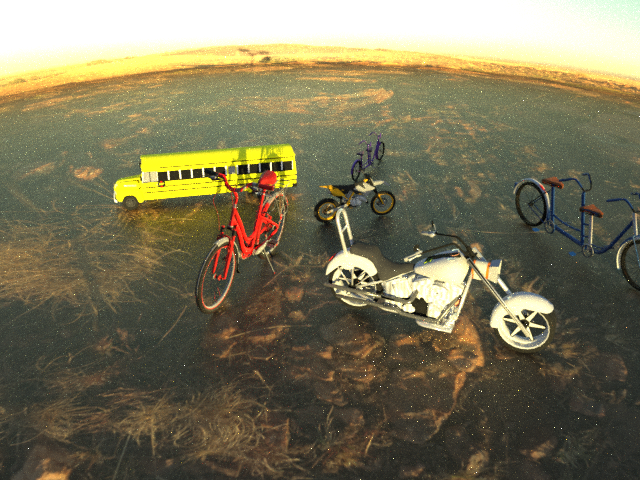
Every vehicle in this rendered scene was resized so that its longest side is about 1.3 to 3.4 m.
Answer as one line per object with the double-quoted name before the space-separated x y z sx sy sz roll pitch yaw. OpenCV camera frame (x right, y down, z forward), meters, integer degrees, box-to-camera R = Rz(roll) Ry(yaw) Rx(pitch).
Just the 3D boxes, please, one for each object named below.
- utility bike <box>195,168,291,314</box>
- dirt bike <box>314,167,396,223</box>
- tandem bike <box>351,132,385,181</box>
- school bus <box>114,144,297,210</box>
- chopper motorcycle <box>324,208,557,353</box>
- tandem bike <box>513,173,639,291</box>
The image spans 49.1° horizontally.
"utility bike" -0.950 -0.205 9.952 1.039 1.839 2.791 11 30 20
"dirt bike" 0.609 -0.747 12.022 1.493 0.857 0.527 -8 29 -15
"tandem bike" 0.974 -1.718 14.038 0.283 0.682 1.642 14 31 24
"school bus" -2.110 -1.195 12.880 3.322 0.844 0.709 -6 29 -11
"chopper motorcycle" 1.507 0.507 8.992 3.040 1.480 0.906 11 30 20
"tandem bike" 4.072 -0.370 10.812 0.550 1.326 3.192 -13 31 -23
